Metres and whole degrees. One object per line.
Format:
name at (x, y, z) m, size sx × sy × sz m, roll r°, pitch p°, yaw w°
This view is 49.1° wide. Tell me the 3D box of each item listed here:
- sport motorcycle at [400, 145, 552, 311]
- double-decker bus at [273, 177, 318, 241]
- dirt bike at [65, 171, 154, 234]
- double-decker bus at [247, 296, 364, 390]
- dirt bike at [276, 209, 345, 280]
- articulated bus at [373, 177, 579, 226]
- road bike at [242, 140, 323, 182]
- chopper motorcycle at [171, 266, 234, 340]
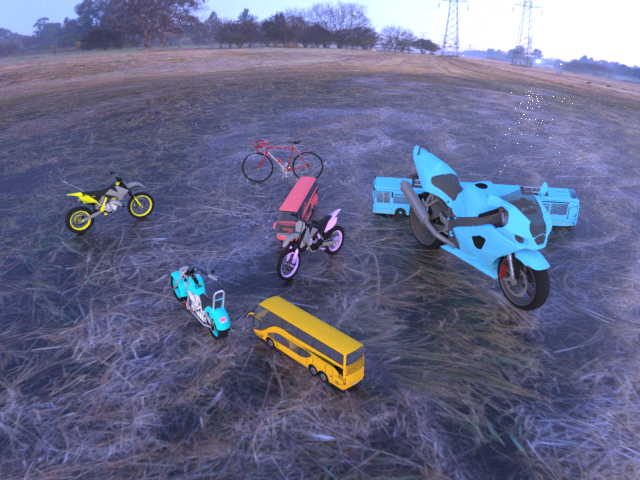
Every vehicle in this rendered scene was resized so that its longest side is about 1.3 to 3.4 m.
sport motorcycle at (2.166, -0.236, 9.843) m, size 0.983 × 1.596 × 2.955 m, roll -13°, pitch 29°, yaw -25°
double-decker bus at (-0.366, -0.517, 11.602) m, size 0.389 × 0.541 × 1.672 m, roll 5°, pitch 27°, yaw 11°
dirt bike at (-3.450, -0.627, 11.469) m, size 1.493 × 0.857 × 0.527 m, roll -16°, pitch 31°, yaw -30°
double-decker bus at (-0.181, 1.160, 8.210) m, size 0.389 × 0.541 × 1.672 m, roll -23°, pitch 34°, yaw -38°
dirt bike at (-0.107, 0.007, 10.187) m, size 0.527 × 0.857 × 1.493 m, roll 20°, pitch 33°, yaw 35°
articulated bus at (2.568, -0.656, 11.861) m, size 3.401 × 0.561 × 0.605 m, roll 4°, pitch 27°, yaw 9°
road bike at (-0.707, -1.497, 13.234) m, size 1.545 × 0.852 × 0.358 m, roll -1°, pitch 26°, yaw -3°
chopper motorcycle at (-1.564, 0.679, 8.935) m, size 0.466 × 0.761 × 1.563 m, roll -16°, pitch 31°, yaw -29°
